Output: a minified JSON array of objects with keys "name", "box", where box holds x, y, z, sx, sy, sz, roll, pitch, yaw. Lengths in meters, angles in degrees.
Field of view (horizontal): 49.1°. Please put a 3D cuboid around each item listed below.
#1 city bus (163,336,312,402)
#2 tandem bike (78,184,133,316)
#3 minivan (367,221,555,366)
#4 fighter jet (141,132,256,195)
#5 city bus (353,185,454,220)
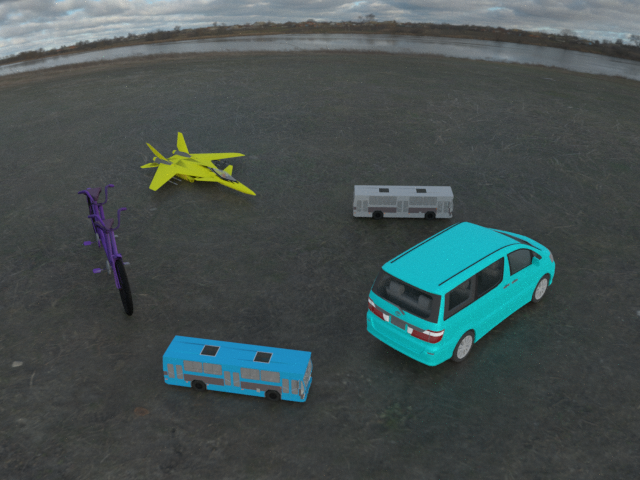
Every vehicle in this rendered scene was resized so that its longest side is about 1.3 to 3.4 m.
[{"name":"city bus","box":[-0.947,1.501,8.098,1.674,0.460,0.476,5,30,10]},{"name":"tandem bike","box":[-3.117,-0.134,10.148,0.550,1.326,3.192,-13,32,-22]},{"name":"minivan","box":[1.961,0.480,9.176,1.324,1.197,3.011,26,38,38]},{"name":"fighter jet","box":[-2.142,-1.373,13.171,2.640,0.557,2.229,23,36,35]},{"name":"city bus","box":[1.405,-0.634,11.940,1.674,0.460,0.476,1,29,1]}]
